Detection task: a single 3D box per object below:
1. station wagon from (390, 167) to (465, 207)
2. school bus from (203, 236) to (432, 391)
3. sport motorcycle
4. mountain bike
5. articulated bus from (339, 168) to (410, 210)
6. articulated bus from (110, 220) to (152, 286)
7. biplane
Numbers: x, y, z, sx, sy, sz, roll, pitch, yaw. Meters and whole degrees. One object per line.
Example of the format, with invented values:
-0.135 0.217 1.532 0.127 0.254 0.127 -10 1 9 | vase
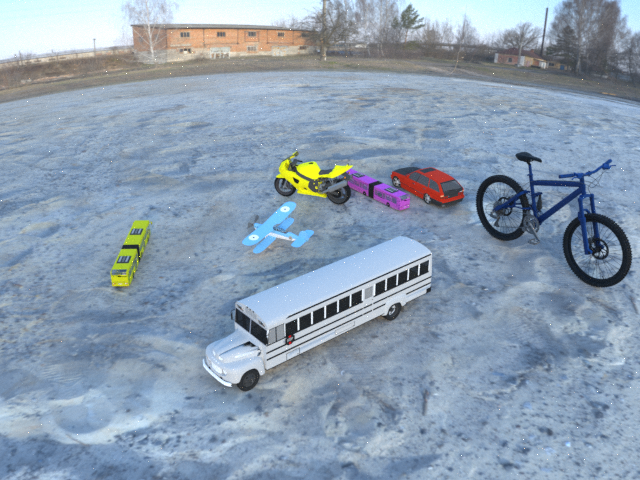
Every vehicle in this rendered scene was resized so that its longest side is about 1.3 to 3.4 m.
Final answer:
1.979 -1.099 13.086 0.682 0.473 1.597 -16 31 -28 | station wagon
0.050 0.846 8.847 3.322 0.844 0.709 -20 33 -35 | school bus
-0.131 -1.104 12.713 1.520 0.821 0.506 9 28 18 | sport motorcycle
3.421 -0.449 10.466 1.114 1.688 2.857 -17 32 -30 | mountain bike
0.978 -0.963 13.023 0.311 0.289 1.749 -19 33 -33 | articulated bus
-2.891 0.175 10.783 0.311 0.289 1.749 -1 27 -2 | articulated bus
-0.652 -0.106 11.098 1.090 0.504 1.336 15 31 27 | biplane
